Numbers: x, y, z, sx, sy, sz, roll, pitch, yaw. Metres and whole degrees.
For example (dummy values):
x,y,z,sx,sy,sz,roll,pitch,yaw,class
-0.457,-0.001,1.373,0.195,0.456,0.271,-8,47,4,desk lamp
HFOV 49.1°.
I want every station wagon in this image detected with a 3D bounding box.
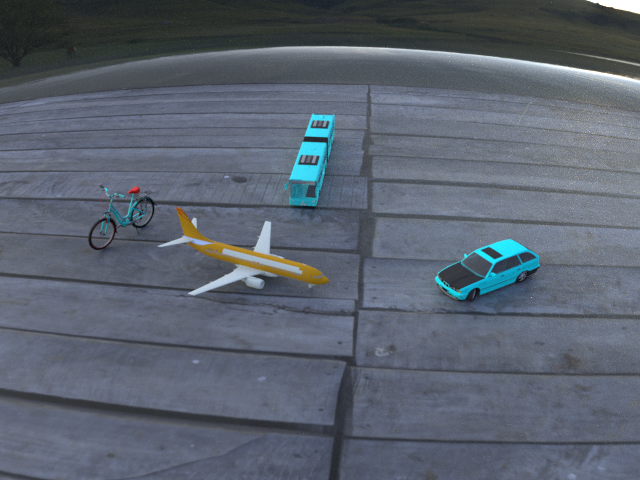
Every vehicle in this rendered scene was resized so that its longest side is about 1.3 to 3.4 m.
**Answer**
x,y,z,sx,sy,sz,roll,pitch,yaw,class
2.421,0.393,10.091,1.597,0.473,0.682,-17,34,-26,station wagon

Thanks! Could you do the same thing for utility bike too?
x,y,z,sx,sy,sz,roll,pitch,yaw,class
-3.083,-0.440,11.055,0.535,0.946,1.435,18,35,29,utility bike

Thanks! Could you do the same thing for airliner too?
x,y,z,sx,sy,sz,roll,pitch,yaw,class
-1.031,0.121,10.198,2.541,0.835,2.257,13,32,21,airliner

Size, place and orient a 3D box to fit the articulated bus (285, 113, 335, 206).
x,y,z,sx,sy,sz,roll,pitch,yaw,class
-0.115,-1.625,13.477,0.605,0.561,3.401,3,30,6,articulated bus
